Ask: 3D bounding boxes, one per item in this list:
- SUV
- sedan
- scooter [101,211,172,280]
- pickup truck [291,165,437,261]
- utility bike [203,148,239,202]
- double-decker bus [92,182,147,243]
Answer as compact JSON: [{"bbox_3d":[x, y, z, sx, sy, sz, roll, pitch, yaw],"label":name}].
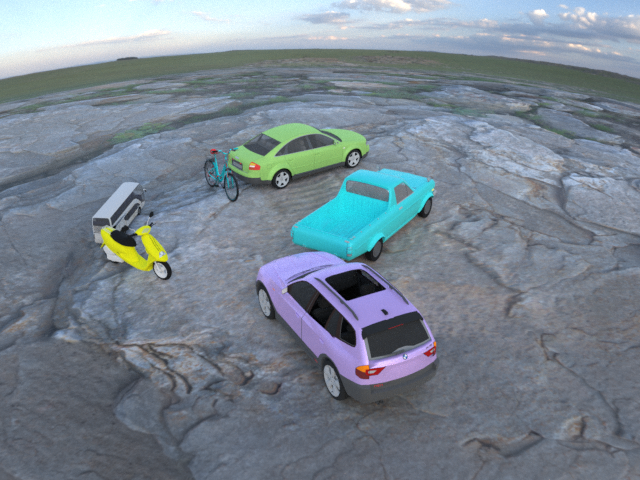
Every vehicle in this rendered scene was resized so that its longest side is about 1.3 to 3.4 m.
[{"bbox_3d":[0.241,0.844,8.840,1.276,1.128,3.058,-14,31,-25],"label":"SUV"},{"bbox_3d":[-0.372,-1.858,14.207,3.137,0.940,1.235,-19,33,-32],"label":"sedan"},{"bbox_3d":[-2.811,0.061,10.562,1.399,0.919,0.662,15,31,27],"label":"scooter"},{"bbox_3d":[0.817,-0.555,11.660,1.244,0.993,3.117,17,32,29],"label":"pickup truck"},{"bbox_3d":[-1.842,-1.336,13.203,0.535,0.946,1.435,-17,32,-30],"label":"utility bike"},{"bbox_3d":[-3.433,-0.501,12.043,0.389,0.541,1.672,3,28,5],"label":"double-decker bus"}]
